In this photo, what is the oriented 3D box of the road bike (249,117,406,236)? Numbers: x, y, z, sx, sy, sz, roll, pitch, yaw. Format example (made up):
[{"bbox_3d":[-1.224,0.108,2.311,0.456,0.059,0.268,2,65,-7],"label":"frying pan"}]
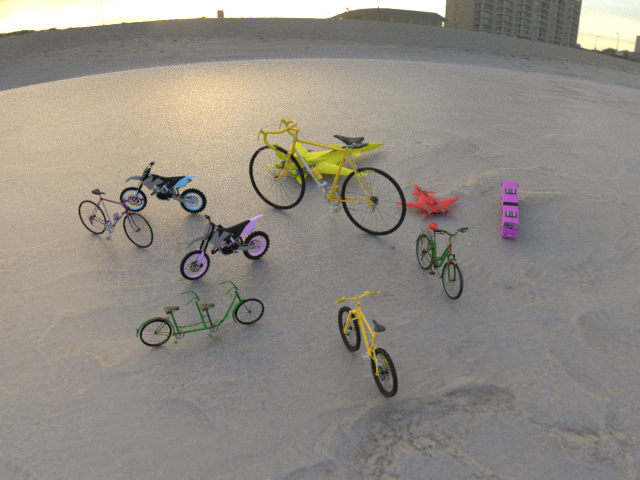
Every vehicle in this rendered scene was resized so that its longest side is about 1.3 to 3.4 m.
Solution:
[{"bbox_3d":[0.050,-1.049,11.395,3.004,1.656,0.697,16,32,27],"label":"road bike"}]

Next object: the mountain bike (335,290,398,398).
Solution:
[{"bbox_3d":[0.539,1.150,8.131,0.573,0.868,1.469,-11,30,-20],"label":"mountain bike"}]

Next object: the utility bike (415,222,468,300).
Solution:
[{"bbox_3d":[1.725,0.164,9.887,0.535,0.946,1.435,-9,30,-16],"label":"utility bike"}]

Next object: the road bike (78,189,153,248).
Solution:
[{"bbox_3d":[-3.233,-0.367,10.975,1.545,0.852,0.358,14,31,25],"label":"road bike"}]

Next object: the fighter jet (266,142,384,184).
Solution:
[{"bbox_3d":[0.323,-1.795,13.948,2.640,0.557,2.229,-20,34,-33],"label":"fighter jet"}]

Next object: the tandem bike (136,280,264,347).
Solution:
[{"bbox_3d":[-1.484,0.915,8.765,1.642,0.682,0.283,-11,30,-20],"label":"tandem bike"}]

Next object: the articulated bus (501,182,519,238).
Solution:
[{"bbox_3d":[3.223,-0.535,11.884,0.311,0.289,1.749,6,29,11],"label":"articulated bus"}]

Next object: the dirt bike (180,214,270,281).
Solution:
[{"bbox_3d":[-1.369,0.056,10.182,1.493,0.857,0.527,-19,34,-32],"label":"dirt bike"}]

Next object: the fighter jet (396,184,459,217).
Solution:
[{"bbox_3d":[1.875,-0.807,12.392,1.147,0.286,1.358,-5,29,-10],"label":"fighter jet"}]

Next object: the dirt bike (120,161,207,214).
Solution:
[{"bbox_3d":[-2.677,-0.844,11.858,1.493,0.857,0.527,1,28,2],"label":"dirt bike"}]
